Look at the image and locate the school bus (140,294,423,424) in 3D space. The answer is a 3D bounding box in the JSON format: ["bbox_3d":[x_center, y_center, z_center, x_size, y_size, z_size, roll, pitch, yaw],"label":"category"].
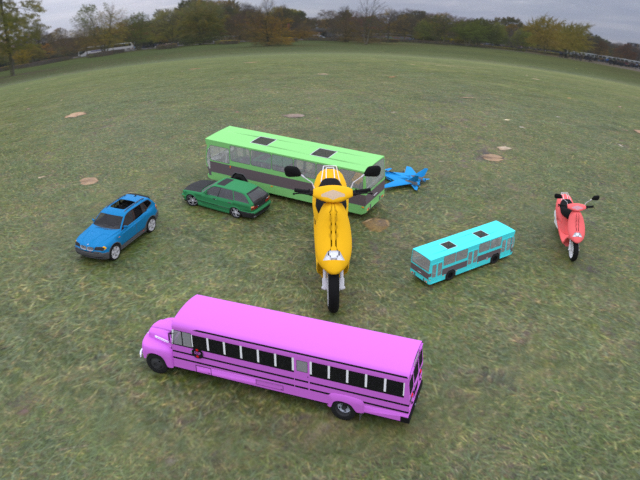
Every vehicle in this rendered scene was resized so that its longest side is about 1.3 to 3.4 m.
[{"bbox_3d":[-0.521,1.286,7.950,3.322,0.844,0.709,10,30,17],"label":"school bus"}]

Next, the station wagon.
[{"bbox_3d":[-1.650,-0.804,12.134,1.597,0.473,0.682,15,32,26],"label":"station wagon"}]

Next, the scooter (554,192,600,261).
[{"bbox_3d":[3.878,-0.356,10.858,0.662,0.919,1.399,3,29,6],"label":"scooter"}]

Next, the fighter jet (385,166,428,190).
[{"bbox_3d":[1.339,-1.280,13.194,1.358,0.286,1.147,17,33,27],"label":"fighter jet"}]

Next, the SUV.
[{"bbox_3d":[-3.179,-0.241,10.999,0.656,0.580,1.572,11,31,19],"label":"SUV"}]

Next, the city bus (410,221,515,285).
[{"bbox_3d":[2.122,0.191,10.339,1.674,0.460,0.476,-17,33,-28],"label":"city bus"}]

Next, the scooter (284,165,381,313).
[{"bbox_3d":[0.164,-0.347,9.942,1.288,1.786,2.721,0,29,-1],"label":"scooter"}]

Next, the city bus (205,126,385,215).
[{"bbox_3d":[-0.486,-1.247,12.504,3.255,0.894,0.926,15,32,25],"label":"city bus"}]
